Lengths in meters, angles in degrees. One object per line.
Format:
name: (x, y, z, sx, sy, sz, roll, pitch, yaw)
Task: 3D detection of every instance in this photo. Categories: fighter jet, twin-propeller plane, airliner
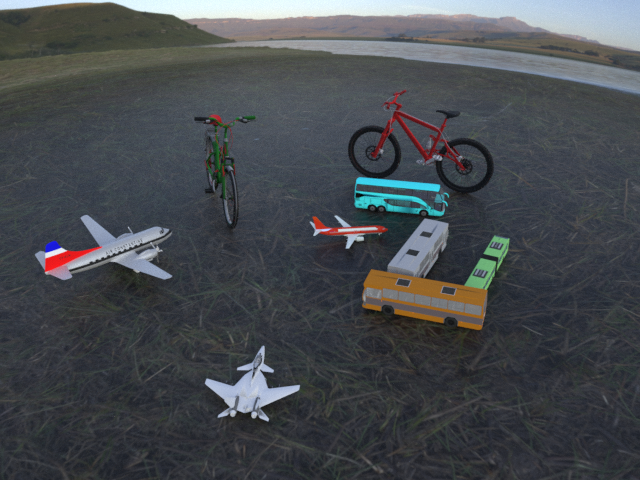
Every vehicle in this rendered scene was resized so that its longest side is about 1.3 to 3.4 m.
fighter jet: (-0.805, 1.628, 8.493, 1.147, 0.286, 1.358, 3, 29, 5)
twin-propeller plane: (-3.202, 0.084, 10.753, 2.129, 0.792, 2.663, -24, 37, -36)
airliner: (0.503, -0.237, 11.703, 1.307, 0.429, 1.161, -4, 29, -7)

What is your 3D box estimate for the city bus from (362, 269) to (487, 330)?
city bus: (1.447, 0.839, 9.735, 1.674, 0.460, 0.476, 10, 30, 17)

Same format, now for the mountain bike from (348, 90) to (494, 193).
mountain bike: (1.882, -1.812, 13.242, 2.857, 1.688, 1.114, 11, 31, 19)

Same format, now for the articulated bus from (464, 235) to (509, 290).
articulated bus: (2.538, 0.426, 10.654, 0.311, 0.289, 1.749, 14, 32, 23)

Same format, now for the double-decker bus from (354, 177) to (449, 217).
double-decker bus: (1.453, -0.768, 12.544, 1.672, 0.541, 0.389, 6, 30, 11)

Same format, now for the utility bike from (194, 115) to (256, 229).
utility bike: (-1.700, -1.467, 12.466, 1.039, 1.839, 2.791, -9, 30, -16)

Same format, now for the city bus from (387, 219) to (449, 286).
city bus: (1.525, 0.248, 10.798, 0.476, 0.460, 1.674, 13, 32, 23)
